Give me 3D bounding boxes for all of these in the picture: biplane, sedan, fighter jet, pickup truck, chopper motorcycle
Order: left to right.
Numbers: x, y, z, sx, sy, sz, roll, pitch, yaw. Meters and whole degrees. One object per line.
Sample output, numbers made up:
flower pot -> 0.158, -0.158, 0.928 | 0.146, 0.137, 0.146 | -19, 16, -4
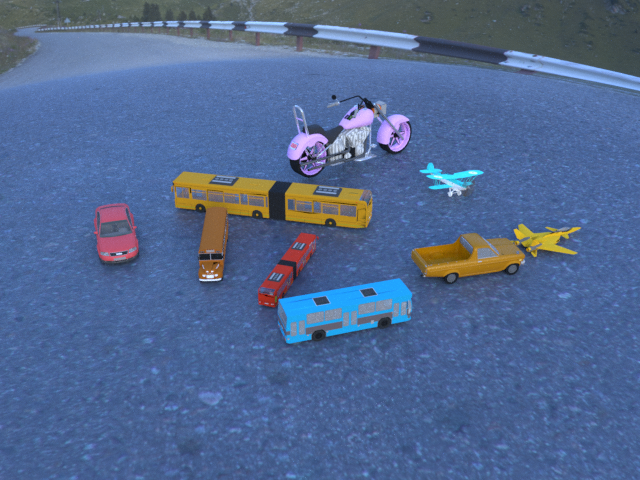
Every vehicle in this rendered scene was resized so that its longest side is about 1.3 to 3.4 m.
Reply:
sedan -> -3.183, -0.167, 10.885 | 0.635, 0.483, 1.613 | -9, 29, -16
chopper motorcycle -> 0.650, -2.130, 13.499 | 3.040, 1.480, 0.906 | -21, 35, -34
biplane -> 2.313, -1.100, 12.607 | 1.336, 0.504, 1.090 | -19, 33, -31
pickup truck -> 2.147, 0.219, 10.133 | 1.603, 0.511, 0.640 | -7, 29, -13
fighter jet -> 3.647, -0.111, 10.989 | 1.358, 0.286, 1.147 | -16, 32, -27

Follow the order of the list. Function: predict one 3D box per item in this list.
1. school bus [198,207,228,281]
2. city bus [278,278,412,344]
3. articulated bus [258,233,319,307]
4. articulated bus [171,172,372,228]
school bus -> -1.596, 0.053, 10.525 | 0.365, 0.434, 1.708 | -2, 28, -3
city bus -> 0.323, 0.911, 8.893 | 1.674, 0.460, 0.476 | -9, 29, -16
articulated bus -> -0.439, 0.397, 10.036 | 0.311, 0.289, 1.749 | 9, 29, 16
articulated bus -> -0.836, -0.683, 11.768 | 3.401, 0.561, 0.605 | 7, 29, 12
